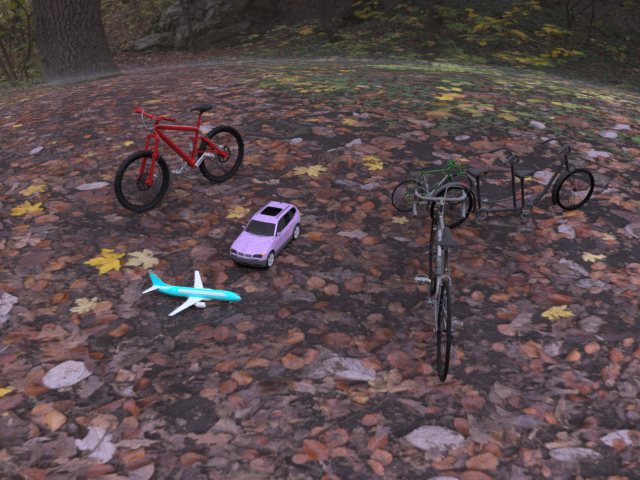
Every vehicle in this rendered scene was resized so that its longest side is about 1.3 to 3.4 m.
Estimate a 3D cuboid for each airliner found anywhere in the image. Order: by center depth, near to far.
[{"bbox_3d":[-1.729,0.644,9.593,1.307,0.429,1.161,4,28,7],"label":"airliner"}]

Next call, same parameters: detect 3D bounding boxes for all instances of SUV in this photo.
[{"bbox_3d":[-0.827,-0.125,10.887,0.656,0.580,1.572,11,30,19],"label":"SUV"}]

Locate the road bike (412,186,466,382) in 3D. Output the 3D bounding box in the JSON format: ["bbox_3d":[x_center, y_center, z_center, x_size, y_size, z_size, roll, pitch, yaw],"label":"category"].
[{"bbox_3d":[1.503,0.395,8.752,0.696,1.656,3.004,2,28,4],"label":"road bike"}]

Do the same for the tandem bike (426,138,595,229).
[{"bbox_3d":[3.239,-0.938,11.628,3.192,1.326,0.550,-8,29,-15],"label":"tandem bike"}]

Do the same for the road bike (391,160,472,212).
[{"bbox_3d":[1.958,-0.940,12.141,1.545,0.852,0.358,-8,29,-15],"label":"road bike"}]

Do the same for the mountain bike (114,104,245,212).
[{"bbox_3d":[-2.452,-1.577,12.451,1.114,1.688,2.857,23,36,36],"label":"mountain bike"}]
